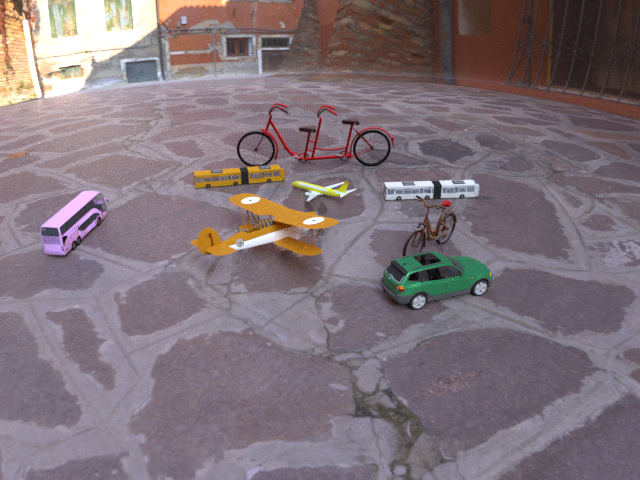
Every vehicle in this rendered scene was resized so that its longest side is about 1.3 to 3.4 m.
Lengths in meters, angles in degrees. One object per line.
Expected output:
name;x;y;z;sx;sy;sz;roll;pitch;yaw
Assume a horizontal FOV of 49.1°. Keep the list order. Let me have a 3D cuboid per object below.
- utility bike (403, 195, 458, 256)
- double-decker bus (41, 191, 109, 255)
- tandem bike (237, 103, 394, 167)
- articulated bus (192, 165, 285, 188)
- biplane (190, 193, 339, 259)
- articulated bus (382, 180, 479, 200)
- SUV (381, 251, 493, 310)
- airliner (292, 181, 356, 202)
utility bike;1.752;-0.221;10.636;0.535;0.946;1.435;22;33;38
double-decker bus;-3.928;-0.311;11.285;0.389;0.541;1.672;4;26;7
tandem bike;-0.081;-2.085;14.049;3.192;1.326;0.550;-1;26;-3
articulated bus;-1.561;-1.227;13.467;1.749;0.289;0.311;-6;26;-12
biplane;-0.863;-0.123;10.393;2.120;0.981;2.598;-18;31;-32
articulated bus;2.026;-0.921;12.834;1.749;0.289;0.311;-2;26;-4
SUV;1.618;0.475;9.618;1.572;0.580;0.656;-10;28;-20
airliner;-0.003;-1.010;12.857;1.307;0.429;1.161;18;31;32
